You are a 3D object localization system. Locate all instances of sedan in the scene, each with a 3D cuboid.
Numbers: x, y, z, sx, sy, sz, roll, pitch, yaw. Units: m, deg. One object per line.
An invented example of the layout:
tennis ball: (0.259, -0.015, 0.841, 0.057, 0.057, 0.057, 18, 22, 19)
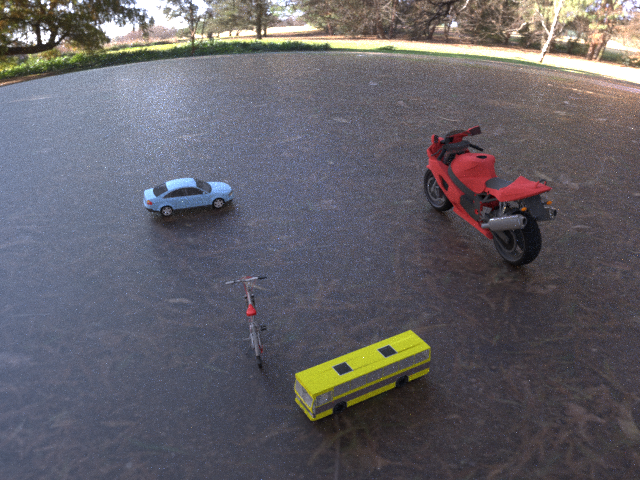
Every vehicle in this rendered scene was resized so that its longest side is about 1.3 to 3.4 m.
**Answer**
sedan: (-2.353, -0.836, 12.579, 1.613, 0.483, 0.635, -9, 31, -16)

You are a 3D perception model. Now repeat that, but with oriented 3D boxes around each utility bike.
utility bike: (-0.906, 0.974, 8.962, 0.535, 0.946, 1.435, -5, 30, -8)

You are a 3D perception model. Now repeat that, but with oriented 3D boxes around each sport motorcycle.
sport motorcycle: (2.594, -0.780, 11.363, 0.983, 1.596, 2.955, -14, 33, -23)

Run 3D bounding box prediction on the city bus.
city bus: (0.526, 1.609, 8.344, 1.674, 0.460, 0.476, -16, 34, -26)
